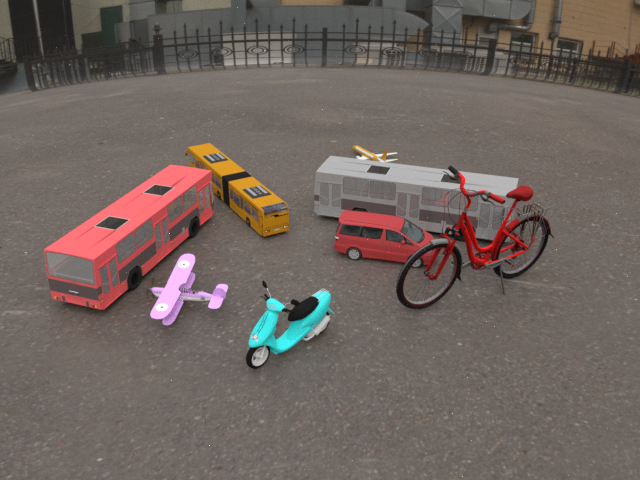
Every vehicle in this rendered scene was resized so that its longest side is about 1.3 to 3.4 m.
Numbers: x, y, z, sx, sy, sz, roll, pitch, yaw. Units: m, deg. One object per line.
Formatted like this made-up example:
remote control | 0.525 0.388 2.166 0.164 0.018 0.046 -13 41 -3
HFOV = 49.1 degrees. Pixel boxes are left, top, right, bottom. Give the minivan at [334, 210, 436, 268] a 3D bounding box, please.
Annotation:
minivan | 1.011 -0.037 10.711 1.548 0.616 0.681 7 29 13

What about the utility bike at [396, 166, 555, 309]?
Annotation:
utility bike | 2.257 -0.036 9.395 2.791 1.839 1.039 -15 31 -26

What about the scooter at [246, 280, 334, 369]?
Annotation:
scooter | -0.354 0.947 8.517 1.399 0.919 0.662 -24 36 -37

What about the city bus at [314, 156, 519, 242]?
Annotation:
city bus | 1.563 -0.672 11.618 3.255 0.894 0.926 9 29 16

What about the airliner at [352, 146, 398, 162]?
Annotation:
airliner | 1.013 -1.811 14.281 1.161 0.429 1.307 -15 31 -26

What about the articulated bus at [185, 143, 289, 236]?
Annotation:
articulated bus | -1.542 -0.974 12.549 0.605 0.561 3.401 -15 31 -26

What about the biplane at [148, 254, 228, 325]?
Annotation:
biplane | -1.786 0.735 9.364 1.090 0.504 1.336 4 28 8

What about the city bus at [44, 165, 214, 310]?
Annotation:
city bus | -2.705 -0.119 10.567 0.926 0.894 3.255 10 29 18
